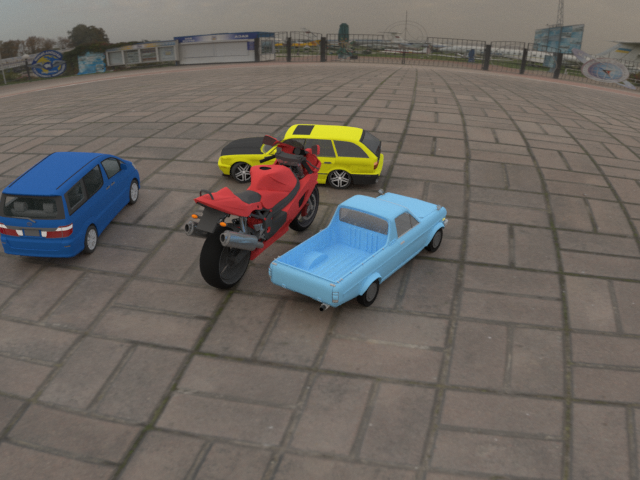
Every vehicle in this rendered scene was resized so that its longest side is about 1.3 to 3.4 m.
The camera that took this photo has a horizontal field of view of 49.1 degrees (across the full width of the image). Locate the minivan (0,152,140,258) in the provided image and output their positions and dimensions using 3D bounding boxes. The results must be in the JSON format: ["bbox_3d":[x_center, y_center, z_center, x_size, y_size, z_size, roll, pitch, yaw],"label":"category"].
[{"bbox_3d":[-3.885,-0.767,11.158,1.324,1.197,3.011,3,27,6],"label":"minivan"}]

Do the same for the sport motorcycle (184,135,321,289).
[{"bbox_3d":[-0.804,-0.469,10.143,0.983,1.596,2.955,15,31,26],"label":"sport motorcycle"}]

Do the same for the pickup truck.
[{"bbox_3d":[0.650,-0.011,9.912,1.244,0.993,3.117,18,32,31],"label":"pickup truck"}]

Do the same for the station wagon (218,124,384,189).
[{"bbox_3d":[-0.369,-1.649,13.173,3.105,0.920,1.327,4,28,8],"label":"station wagon"}]
